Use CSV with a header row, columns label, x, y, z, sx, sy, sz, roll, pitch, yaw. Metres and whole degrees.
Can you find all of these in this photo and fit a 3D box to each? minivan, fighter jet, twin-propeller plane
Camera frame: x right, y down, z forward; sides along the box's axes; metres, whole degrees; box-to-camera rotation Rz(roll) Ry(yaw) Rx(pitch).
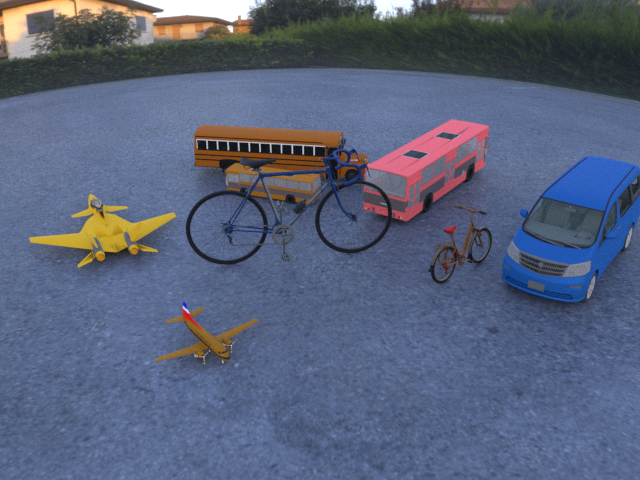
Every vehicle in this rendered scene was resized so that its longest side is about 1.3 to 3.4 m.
label,x,y,z,sx,sy,sz,roll,pitch,yaw
minivan,3.681,-0.224,9.996,1.324,1.197,3.011,18,32,32
fighter jet,-3.459,-0.414,11.098,2.229,0.557,2.640,-12,29,-22
twin-propeller plane,-1.357,1.095,8.230,1.370,0.407,1.095,-19,32,-33

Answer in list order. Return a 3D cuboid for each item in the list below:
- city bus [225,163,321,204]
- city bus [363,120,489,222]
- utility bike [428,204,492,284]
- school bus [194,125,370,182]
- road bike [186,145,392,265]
label,x,y,z,sx,sy,sz,roll,pitch,yaw
city bus,-0.831,-0.981,12.348,1.674,0.460,0.476,10,28,19
city bus,1.964,-1.269,12.439,0.926,0.894,3.255,17,31,31
utility bike,1.951,0.018,9.792,1.435,0.946,0.535,-22,34,-37
school bus,-0.703,-1.655,13.272,3.322,0.844,0.709,4,27,9
road bike,-0.408,-0.469,9.974,3.004,1.656,0.696,-5,27,-10
